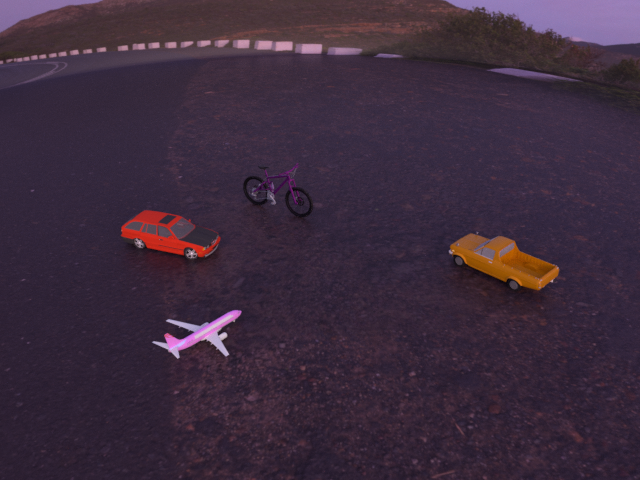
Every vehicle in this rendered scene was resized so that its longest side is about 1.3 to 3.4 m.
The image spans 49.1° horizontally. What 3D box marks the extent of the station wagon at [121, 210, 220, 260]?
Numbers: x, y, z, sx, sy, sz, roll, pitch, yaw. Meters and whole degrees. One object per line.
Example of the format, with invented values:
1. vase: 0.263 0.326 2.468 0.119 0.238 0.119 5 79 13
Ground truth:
1. station wagon: -2.392 -0.121 11.232 1.597 0.473 0.682 11 31 18

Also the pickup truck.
1. pickup truck: 2.731 0.279 10.479 1.603 0.511 0.640 26 38 38

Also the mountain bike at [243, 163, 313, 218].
1. mountain bike: -0.752 -0.901 12.221 1.469 0.868 0.573 17 33 27

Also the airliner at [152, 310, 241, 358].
1. airliner: -1.497 1.113 9.072 1.161 0.429 1.307 22 36 34
